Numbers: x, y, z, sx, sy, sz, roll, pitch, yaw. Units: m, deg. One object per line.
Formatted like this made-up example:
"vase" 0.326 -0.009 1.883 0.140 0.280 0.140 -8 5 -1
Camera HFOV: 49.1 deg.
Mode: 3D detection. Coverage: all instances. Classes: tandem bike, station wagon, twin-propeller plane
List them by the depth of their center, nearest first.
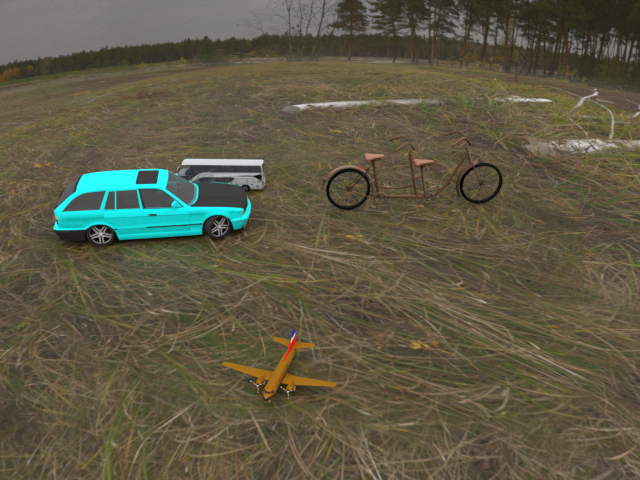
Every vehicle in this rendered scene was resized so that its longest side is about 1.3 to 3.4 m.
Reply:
"twin-propeller plane" -0.447 1.454 8.045 1.370 0.407 1.095 8 29 15
"station wagon" -2.693 -0.618 11.428 3.105 0.920 1.327 -4 28 -7
"tandem bike" 1.620 -1.174 12.049 3.192 1.326 0.550 -3 28 -5

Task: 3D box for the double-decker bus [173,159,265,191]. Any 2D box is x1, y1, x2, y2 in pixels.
"double-decker bus" -1.854 -1.207 12.953 1.672 0.541 0.389 1 28 2
